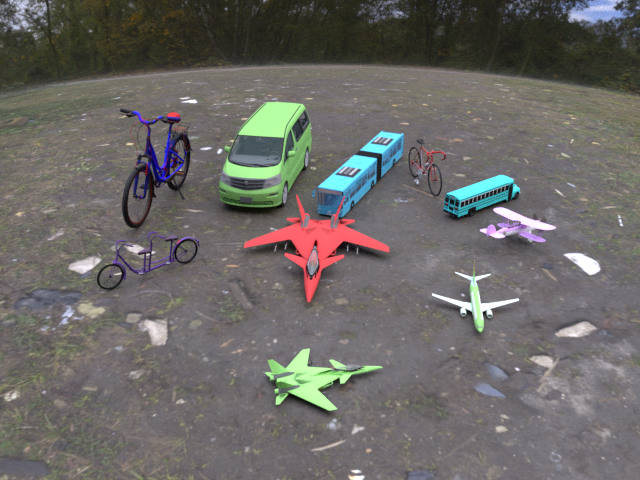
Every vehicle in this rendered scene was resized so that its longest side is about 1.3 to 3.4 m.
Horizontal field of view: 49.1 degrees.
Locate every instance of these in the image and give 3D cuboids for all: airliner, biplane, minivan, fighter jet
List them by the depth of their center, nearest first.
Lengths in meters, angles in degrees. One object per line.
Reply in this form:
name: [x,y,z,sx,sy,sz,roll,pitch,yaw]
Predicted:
fighter jet: [0.087,1.508,8.048,1.358,0.286,1.147,-7,28,-14]
airliner: [2.095,0.758,9.348,1.161,0.429,1.307,3,27,6]
fighter jet: [-0.069,0.082,10.521,2.229,0.557,2.640,2,27,3]
biplane: [3.070,-0.184,11.096,1.090,0.504,1.336,-12,30,-22]
minivan: [-0.973,-1.640,13.165,1.324,1.197,3.011,5,28,10]

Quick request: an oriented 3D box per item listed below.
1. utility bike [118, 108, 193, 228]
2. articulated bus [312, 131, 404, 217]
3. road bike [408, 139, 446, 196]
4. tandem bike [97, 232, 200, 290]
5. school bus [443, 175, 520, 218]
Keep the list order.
utility bike: [-2.687,-1.435,12.067,1.039,1.839,2.791,6,28,11]
articulated bus: [0.831,-1.322,13.242,0.605,0.561,3.401,12,29,21]
road bike: [1.963,-1.413,13.103,0.358,0.852,1.545,-7,28,-14]
tandem bike: [-2.463,0.214,10.128,1.642,0.682,0.283,-21,34,-34]
school bus: [2.901,-0.793,12.355,1.708,0.434,0.365,-19,33,-33]
